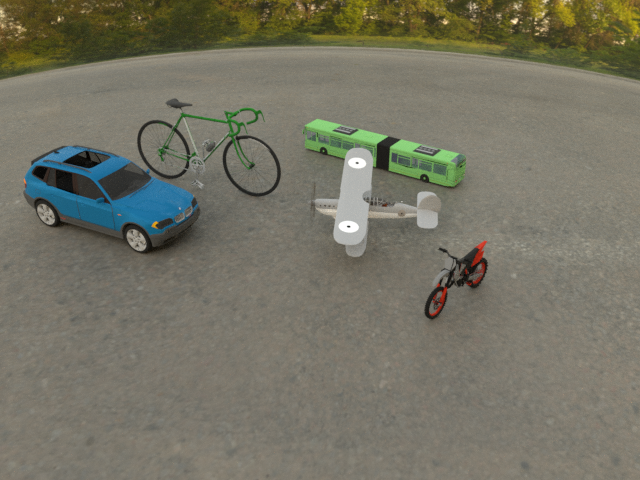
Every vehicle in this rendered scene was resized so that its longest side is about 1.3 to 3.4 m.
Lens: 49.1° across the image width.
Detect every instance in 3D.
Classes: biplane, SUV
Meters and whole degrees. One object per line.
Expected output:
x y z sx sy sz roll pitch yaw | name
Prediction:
0.854 -0.492 11.180 2.120 0.981 2.598 3 31 6 | biplane
-3.460 -0.769 11.504 3.058 1.128 1.276 14 33 23 | SUV

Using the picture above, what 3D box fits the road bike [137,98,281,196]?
-2.060 -1.700 12.560 3.004 1.656 0.697 12 33 20 | road bike

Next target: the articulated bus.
1.180 -1.735 13.696 3.401 0.561 0.605 19 36 29 | articulated bus

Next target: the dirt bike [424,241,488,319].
1.915 0.494 9.634 0.527 0.857 1.493 25 39 36 | dirt bike
